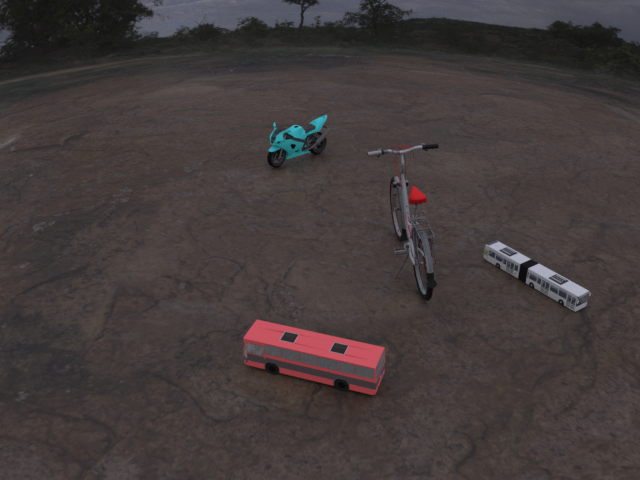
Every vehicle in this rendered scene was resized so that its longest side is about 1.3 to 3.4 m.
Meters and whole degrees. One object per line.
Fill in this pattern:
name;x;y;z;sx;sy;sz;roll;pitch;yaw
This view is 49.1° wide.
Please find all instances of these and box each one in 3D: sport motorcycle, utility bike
sport motorcycle;-0.442;-1.982;13.981;1.520;0.821;0.506;-23;37;-35
utility bike;1.229;-0.393;10.186;1.039;1.839;2.791;-3;30;-5

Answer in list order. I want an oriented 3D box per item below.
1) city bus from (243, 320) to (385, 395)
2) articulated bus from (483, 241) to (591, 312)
city bus;-0.077;1.415;8.418;1.674;0.460;0.476;10;31;17
articulated bus;3.111;0.499;10.189;0.311;0.289;1.749;-19;35;-30
